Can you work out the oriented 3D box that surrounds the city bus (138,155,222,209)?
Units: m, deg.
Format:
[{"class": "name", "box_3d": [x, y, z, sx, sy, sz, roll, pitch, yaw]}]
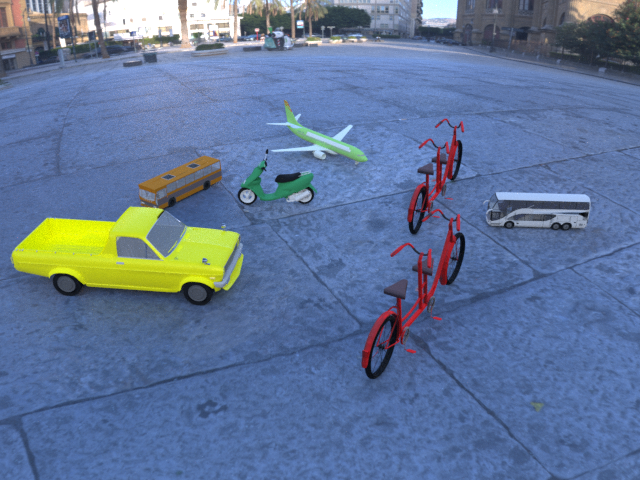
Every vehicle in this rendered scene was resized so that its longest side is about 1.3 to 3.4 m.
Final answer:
[{"class": "city bus", "box_3d": [-2.487, -1.023, 12.613, 0.476, 0.460, 1.674, 18, 34, 30]}]

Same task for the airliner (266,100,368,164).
[{"class": "airliner", "box_3d": [0.060, -2.211, 14.411, 2.257, 0.835, 2.541, -24, 37, -37]}]

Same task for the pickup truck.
[{"class": "pickup truck", "box_3d": [-2.688, 0.121, 9.945, 3.117, 0.993, 1.244, 4, 29, 6]}]

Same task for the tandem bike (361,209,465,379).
[{"class": "tandem bike", "box_3d": [1.279, 0.528, 8.846, 0.550, 1.326, 3.192, 16, 32, 26]}]

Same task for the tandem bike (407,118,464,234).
[{"class": "tandem bike", "box_3d": [2.039, -1.206, 12.043, 0.550, 1.326, 3.192, 12, 31, 21]}]

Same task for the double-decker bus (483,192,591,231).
[{"class": "double-decker bus", "box_3d": [3.556, -0.484, 11.535, 1.672, 0.541, 0.389, 2, 29, 3]}]

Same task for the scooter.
[{"class": "scooter", "box_3d": [-0.747, -1.044, 12.171, 1.399, 0.919, 0.662, -1, 28, -2]}]
